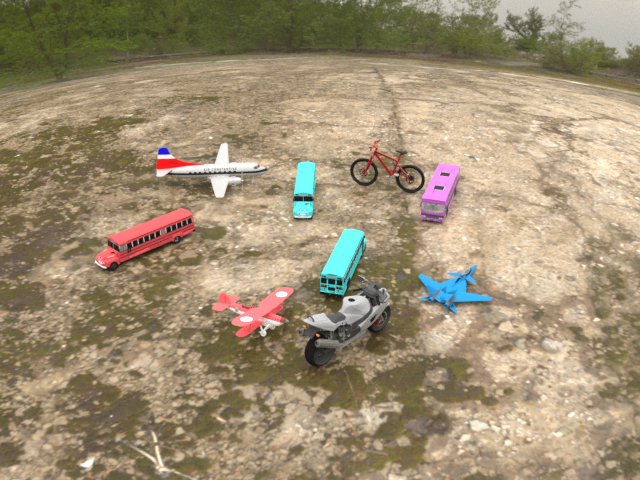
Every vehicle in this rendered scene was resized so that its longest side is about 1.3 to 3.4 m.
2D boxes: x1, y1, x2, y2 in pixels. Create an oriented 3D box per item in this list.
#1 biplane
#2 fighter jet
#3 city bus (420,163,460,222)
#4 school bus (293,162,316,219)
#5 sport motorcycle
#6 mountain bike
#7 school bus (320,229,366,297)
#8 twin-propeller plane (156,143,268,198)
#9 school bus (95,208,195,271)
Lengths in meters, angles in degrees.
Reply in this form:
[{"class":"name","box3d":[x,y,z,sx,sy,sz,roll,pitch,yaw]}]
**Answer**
[{"class":"biplane","box3d":[-0.878,0.954,9.340,1.090,0.504,1.336,14,31,24]},{"class":"fighter jet","box3d":[2.026,0.577,10.259,1.147,0.286,1.358,18,34,30]},{"class":"city bus","box3d":[2.197,-0.860,12.712,0.476,0.460,1.674,9,30,16]},{"class":"school bus","box3d":[-0.277,-0.912,12.835,0.365,0.434,1.708,1,29,1]},{"class":"sport motorcycle","box3d":[0.372,1.027,8.876,1.520,0.821,0.506,-24,37,-37]},{"class":"mountain bike","box3d":[1.271,-1.362,13.207,1.469,0.868,0.573,11,30,19]},{"class":"school bus","box3d":[0.384,0.285,10.640,0.365,0.434,1.708,7,29,13]},{"class":"twin-propeller plane","box3d":[-2.061,-1.423,13.397,2.129,0.792,2.663,-2,29,-4]},{"class":"school bus","box3d":[-2.793,-0.022,11.204,0.365,0.434,1.708,24,37,37]}]
